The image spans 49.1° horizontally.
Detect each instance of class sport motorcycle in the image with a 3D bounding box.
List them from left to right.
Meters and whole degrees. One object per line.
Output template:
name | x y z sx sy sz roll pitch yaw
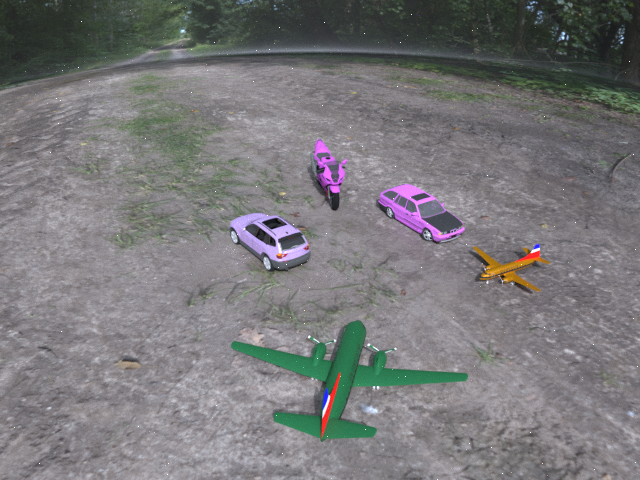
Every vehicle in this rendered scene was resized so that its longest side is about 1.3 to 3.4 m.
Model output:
sport motorcycle | 0.130 -1.147 12.142 0.506 0.821 1.520 -6 29 -10

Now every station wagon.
station wagon | 1.627 -0.475 11.272 0.682 0.473 1.597 -17 33 -28

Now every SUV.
SUV | -0.769 -0.075 10.428 0.656 0.580 1.572 -19 34 -30

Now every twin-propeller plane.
twin-propeller plane | 0.244 1.368 7.563 2.663 0.792 2.129 6 29 11
twin-propeller plane | 2.682 0.342 9.845 1.095 0.407 1.370 -14 32 -24
